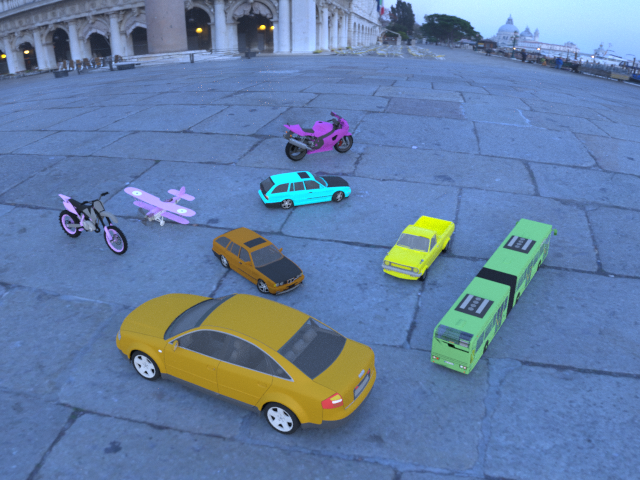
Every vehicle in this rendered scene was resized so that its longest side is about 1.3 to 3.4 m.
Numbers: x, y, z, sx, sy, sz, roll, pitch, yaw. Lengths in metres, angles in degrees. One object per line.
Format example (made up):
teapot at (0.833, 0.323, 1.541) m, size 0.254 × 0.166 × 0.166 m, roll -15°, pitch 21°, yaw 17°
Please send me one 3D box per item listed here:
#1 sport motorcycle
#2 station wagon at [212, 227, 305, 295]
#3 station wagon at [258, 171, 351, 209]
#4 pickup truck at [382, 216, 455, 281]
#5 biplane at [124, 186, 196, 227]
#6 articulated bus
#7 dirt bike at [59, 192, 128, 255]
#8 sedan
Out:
sport motorcycle at (-0.017, -2.052, 13.974) m, size 1.520 × 0.821 × 0.506 m, roll -12°, pitch 30°, yaw -22°
station wagon at (-0.899, 0.251, 10.027) m, size 0.682 × 0.473 × 1.597 m, roll -22°, pitch 35°, yaw -35°
station wagon at (-0.253, -0.924, 12.229) m, size 1.597 × 0.473 × 0.682 m, roll -9°, pitch 29°, yaw -16°
pickup truck at (1.482, 0.051, 10.363) m, size 0.640 × 0.511 × 1.603 m, roll 14°, pitch 31°, yaw 24°
biplane at (-2.524, -0.564, 11.523) m, size 1.336 × 0.504 × 1.090 m, roll 13°, pitch 31°, yaw 23°
articulated bus at (2.367, 0.613, 9.256) m, size 0.605 × 0.561 × 3.401 m, roll 16°, pitch 32°, yaw 27°
dirt bike at (-3.484, -0.298, 10.650) m, size 1.493 × 0.857 × 0.527 m, roll 17°, pitch 33°, yaw 29°
sedan at (-0.907, 1.160, 7.829) m, size 3.137 × 0.940 × 1.235 m, roll 14°, pitch 31°, yaw 25°
